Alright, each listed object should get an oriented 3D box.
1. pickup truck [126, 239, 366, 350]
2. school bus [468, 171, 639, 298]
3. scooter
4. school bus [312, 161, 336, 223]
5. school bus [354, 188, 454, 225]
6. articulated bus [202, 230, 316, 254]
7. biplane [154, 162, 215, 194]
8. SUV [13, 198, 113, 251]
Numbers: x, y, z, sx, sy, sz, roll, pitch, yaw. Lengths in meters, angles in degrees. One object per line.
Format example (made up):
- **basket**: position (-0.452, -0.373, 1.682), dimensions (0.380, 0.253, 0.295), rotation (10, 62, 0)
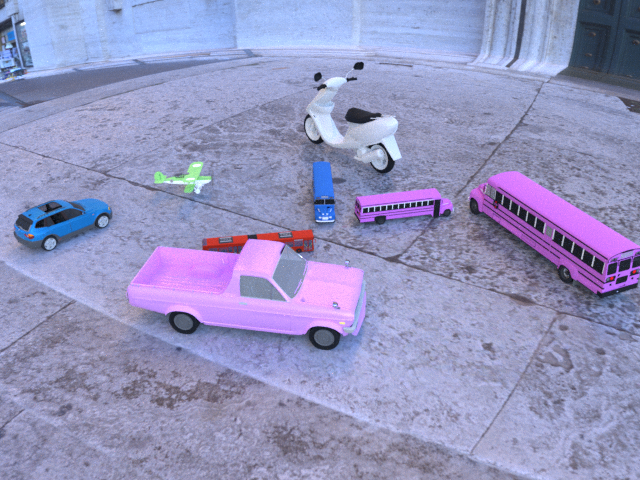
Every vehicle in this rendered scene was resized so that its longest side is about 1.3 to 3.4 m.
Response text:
- **pickup truck**: position (-0.940, 0.593, 9.335), dimensions (3.117, 0.993, 1.244), rotation (5, 31, 9)
- **school bus**: position (3.494, -0.247, 10.919), dimensions (0.709, 0.844, 3.322), rotation (-13, 33, -20)
- **scooter**: position (0.574, -2.437, 13.731), dimensions (1.288, 1.786, 2.721), rotation (-24, 38, -34)
- **school bus**: position (0.057, -0.849, 12.355), dimensions (0.365, 0.434, 1.708), rotation (-1, 30, -2)
- **school bus**: position (1.450, -0.582, 11.899), dimensions (1.708, 0.434, 0.365), rotation (-7, 31, -12)
- **articulated bus**: position (-0.948, 0.075, 10.918), dimensions (1.749, 0.289, 0.311), rotation (-5, 31, -8)
- **biplane**: position (-2.454, -1.107, 12.726), dimensions (1.090, 0.504, 1.336), rotation (-1, 30, -2)
- **SUV**: position (-4.161, -0.356, 11.367), dimensions (0.656, 0.580, 1.572), rotation (24, 38, 35)
